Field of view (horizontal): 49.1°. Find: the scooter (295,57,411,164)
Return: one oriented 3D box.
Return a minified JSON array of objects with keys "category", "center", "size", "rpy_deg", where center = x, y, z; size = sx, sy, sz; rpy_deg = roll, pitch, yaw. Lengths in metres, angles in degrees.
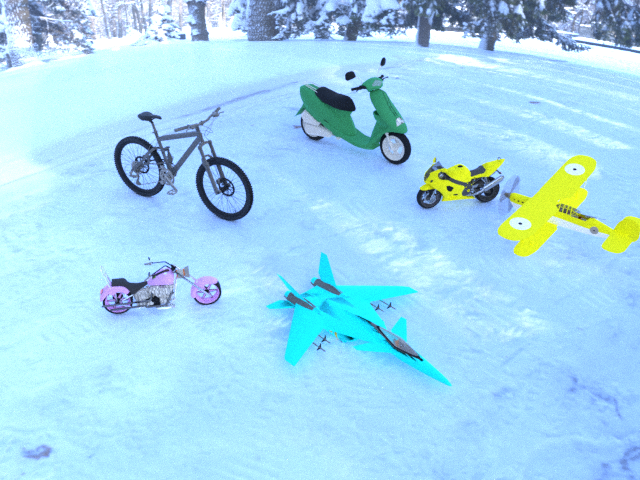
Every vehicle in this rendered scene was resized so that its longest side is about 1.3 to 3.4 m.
[{"category":"scooter","center":[0.611,-2.554,13.483],"size":[2.721,1.786,1.288],"rpy_deg":[21,37,32]}]

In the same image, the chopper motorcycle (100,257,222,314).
[{"category":"chopper motorcycle","center":[-2.093,0.587,9.178],"size":[1.563,0.761,0.466],"rpy_deg":[-7,31,-11]}]

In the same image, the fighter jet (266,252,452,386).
[{"category":"fighter jet","center":[0.592,1.011,8.659],"size":[2.229,0.557,2.640],"rpy_deg":[-25,39,-36]}]

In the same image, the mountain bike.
[{"category":"mountain bike","center":[-2.312,-1.289,11.441],"size":[2.857,1.688,1.114],"rpy_deg":[16,34,25]}]

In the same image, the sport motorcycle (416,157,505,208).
[{"category":"sport motorcycle","center":[2.353,-0.961,11.737],"size":[1.520,0.821,0.506],"rpy_deg":[-7,31,-12]}]

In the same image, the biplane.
[{"category":"biplane","center":[3.700,-0.330,10.513],"size":[2.120,0.981,2.598],"rpy_deg":[24,38,35]}]
